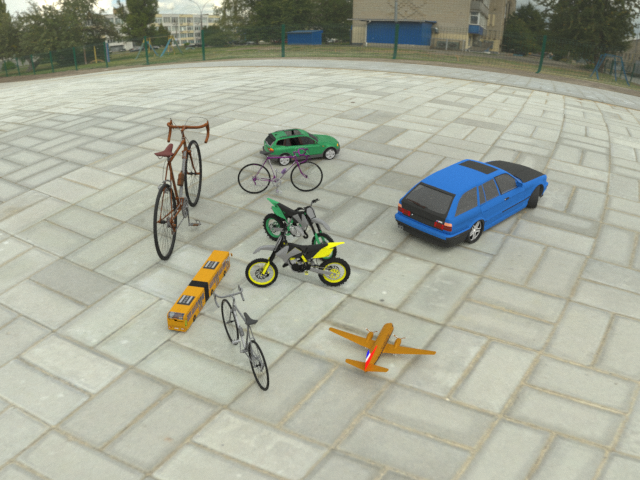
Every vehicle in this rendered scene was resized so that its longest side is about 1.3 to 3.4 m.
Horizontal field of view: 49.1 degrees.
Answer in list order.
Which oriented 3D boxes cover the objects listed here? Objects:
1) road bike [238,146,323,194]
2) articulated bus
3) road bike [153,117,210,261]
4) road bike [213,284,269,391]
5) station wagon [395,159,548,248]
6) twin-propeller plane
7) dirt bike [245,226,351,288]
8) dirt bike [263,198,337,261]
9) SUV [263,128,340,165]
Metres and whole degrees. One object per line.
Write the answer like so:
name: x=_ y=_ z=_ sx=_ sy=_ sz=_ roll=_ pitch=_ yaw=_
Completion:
road bike: x=-0.715 y=-1.241 z=12.620 sx=1.545 sy=0.852 sz=0.358 roll=-3 pitch=29 yaw=-5
articulated bus: x=-1.647 y=0.668 z=9.712 sx=0.311 sy=0.289 sz=1.749 roll=6 pitch=29 yaw=11
road bike: x=-2.255 y=-0.927 z=11.206 sx=0.696 sy=1.656 sz=3.004 roll=2 pitch=29 yaw=3
road bike: x=-0.913 y=1.116 z=8.305 sx=0.358 sy=0.852 sz=1.545 roll=-13 pitch=31 yaw=-23
station wagon: x=2.661 y=-0.836 z=11.807 sx=3.105 sy=0.920 sz=1.327 roll=-25 pitch=37 yaw=-38
twin-propeller plane: x=0.717 y=1.254 z=8.517 sx=1.370 sy=0.407 sz=1.095 roll=11 pitch=30 yaw=19
dirt bike: x=-0.311 y=0.293 z=9.806 sx=1.493 sy=0.857 sz=0.527 roll=-1 pitch=29 yaw=-2
dirt bike: x=-0.325 y=-0.217 z=10.740 sx=1.493 sy=0.857 sz=0.527 roll=22 pitch=36 yaw=34
SUV: x=-0.374 y=-1.937 z=14.177 sx=1.572 sy=0.580 sz=0.656 roll=-10 pitch=30 yaw=-17
